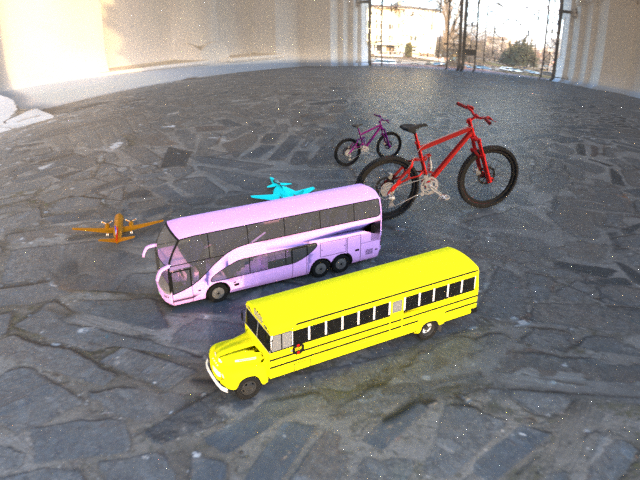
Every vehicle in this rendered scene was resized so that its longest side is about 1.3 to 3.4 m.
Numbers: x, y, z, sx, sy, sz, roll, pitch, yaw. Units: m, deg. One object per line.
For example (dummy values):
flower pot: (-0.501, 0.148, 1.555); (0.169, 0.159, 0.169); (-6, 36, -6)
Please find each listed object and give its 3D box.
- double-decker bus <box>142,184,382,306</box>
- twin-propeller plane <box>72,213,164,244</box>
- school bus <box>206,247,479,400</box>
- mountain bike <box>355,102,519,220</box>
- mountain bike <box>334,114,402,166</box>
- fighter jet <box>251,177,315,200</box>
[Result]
double-decker bus: (-0.693, 0.042, 9.452); (3.251, 1.052, 0.756); (-12, 30, -23)
twin-propeller plane: (-3.083, -0.221, 10.680); (1.370, 0.407, 1.095); (-6, 28, -11)
school bus: (0.312, 0.882, 8.033); (3.322, 0.844, 0.709); (-14, 30, -25)
mountain bike: (1.917, -1.193, 11.177); (2.857, 1.688, 1.114); (-7, 28, -14)
mountain bike: (0.940, -1.900, 13.468); (1.469, 0.868, 0.573); (-12, 29, -22)
fighter jet: (-0.678, -0.940, 12.224); (1.147, 0.286, 1.358); (-9, 28, -18)
